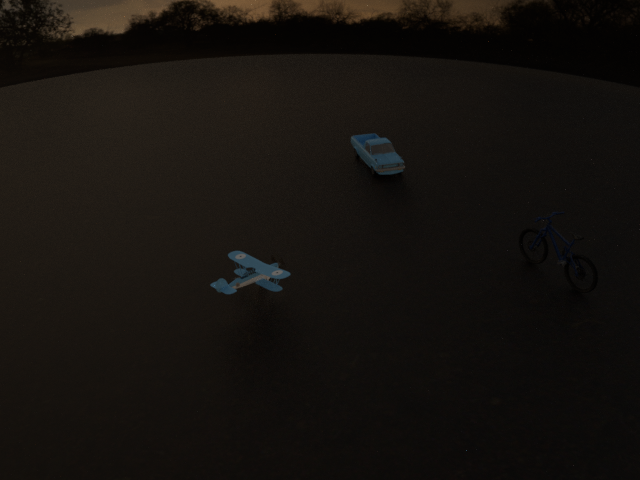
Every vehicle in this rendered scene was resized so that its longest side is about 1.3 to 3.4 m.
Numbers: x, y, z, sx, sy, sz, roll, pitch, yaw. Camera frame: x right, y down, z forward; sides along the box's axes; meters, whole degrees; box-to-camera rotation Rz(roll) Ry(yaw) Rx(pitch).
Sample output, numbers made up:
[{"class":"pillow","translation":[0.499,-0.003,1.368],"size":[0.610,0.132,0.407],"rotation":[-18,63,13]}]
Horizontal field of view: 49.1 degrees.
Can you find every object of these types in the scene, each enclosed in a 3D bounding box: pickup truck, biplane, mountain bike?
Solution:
[{"class":"pickup truck","translation":[1.125,-1.762,13.885],"size":[0.640,0.511,1.603],"rotation":[-8,30,-15]},{"class":"biplane","translation":[-0.994,0.515,9.776],"size":[1.090,0.504,1.336],"rotation":[-22,36,-35]},{"class":"mountain bike","translation":[3.426,0.143,10.072],"size":[0.573,0.868,1.469],"rotation":[-16,33,-26]}]
